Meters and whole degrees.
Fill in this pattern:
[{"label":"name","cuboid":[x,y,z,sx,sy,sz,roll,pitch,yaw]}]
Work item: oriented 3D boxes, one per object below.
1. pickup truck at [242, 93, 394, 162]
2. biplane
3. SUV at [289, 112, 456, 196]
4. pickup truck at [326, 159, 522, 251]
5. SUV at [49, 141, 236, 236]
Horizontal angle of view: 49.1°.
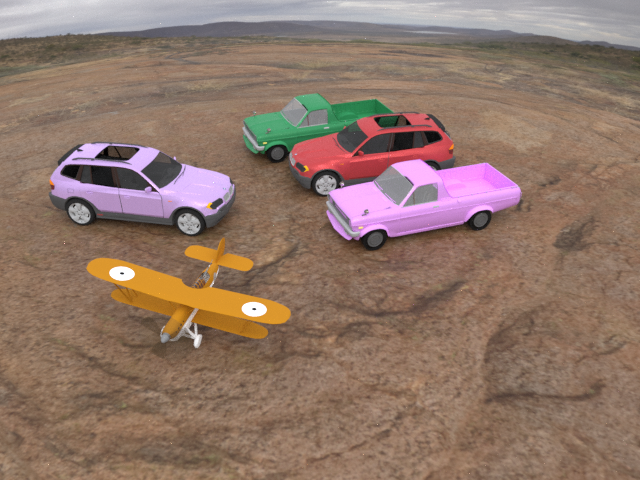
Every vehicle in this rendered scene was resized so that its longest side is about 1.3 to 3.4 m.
[{"label":"pickup truck","cuboid":[0.003,-2.406,14.260,3.117,0.993,1.244,-11,32,-17]},{"label":"biplane","cuboid":[-1.557,0.698,9.045,2.598,0.981,2.120,7,31,11]},{"label":"SUV","cuboid":[0.951,-1.649,12.853,3.058,1.128,1.276,-6,31,-10]},{"label":"pickup truck","cuboid":[1.690,-0.726,11.430,3.117,0.993,1.244,-10,32,-17]},{"label":"SUV","cuboid":[-2.947,-0.926,11.635,3.058,1.128,1.276,6,31,9]}]
